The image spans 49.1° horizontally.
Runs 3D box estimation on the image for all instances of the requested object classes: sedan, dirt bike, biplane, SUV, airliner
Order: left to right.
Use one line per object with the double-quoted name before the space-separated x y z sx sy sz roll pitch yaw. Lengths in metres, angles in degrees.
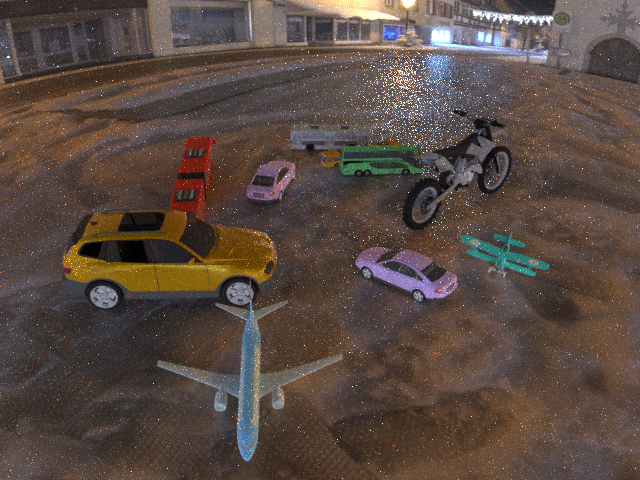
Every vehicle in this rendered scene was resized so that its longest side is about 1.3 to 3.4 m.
"SUV" -2.134 0.197 10.090 3.058 1.128 1.276 -1 30 -2
"airliner" -0.833 1.446 8.234 2.257 0.835 2.541 -2 30 -3
"sedan" -0.894 -1.169 13.078 0.635 0.483 1.613 7 31 12
"sedan" 1.251 0.422 10.345 1.613 0.483 0.635 23 37 34
"dirt bike" 2.450 -1.265 12.068 2.903 1.666 1.024 -24 38 -35
"biplane" 2.818 0.227 10.659 1.336 0.504 1.090 12 32 20

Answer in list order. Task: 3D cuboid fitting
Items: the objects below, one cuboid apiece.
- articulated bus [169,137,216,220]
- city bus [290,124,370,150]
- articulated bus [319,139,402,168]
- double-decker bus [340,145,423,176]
"articulated bus" -2.310 -1.020 12.745 0.605 0.561 3.401 -2 30 -3
"city bus" 0.217 -2.159 14.804 1.674 0.460 0.476 0 30 1
"articulated bus" 0.843 -1.772 14.308 1.749 0.289 0.311 -12 32 -20
"double-decker bus" 1.232 -1.565 13.701 1.672 0.541 0.389 -2 30 -3
